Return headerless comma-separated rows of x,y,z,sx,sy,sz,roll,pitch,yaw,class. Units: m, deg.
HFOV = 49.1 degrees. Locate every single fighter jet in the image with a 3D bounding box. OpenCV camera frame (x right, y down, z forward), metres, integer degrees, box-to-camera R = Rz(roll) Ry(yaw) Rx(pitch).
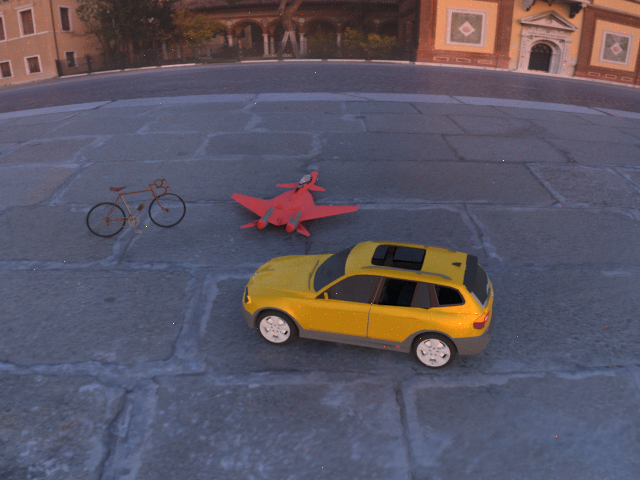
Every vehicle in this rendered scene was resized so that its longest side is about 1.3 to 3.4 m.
-0.390,-0.865,12.021,2.229,0.557,2.640,7,28,13,fighter jet

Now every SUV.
0.572,0.627,8.478,3.058,1.128,1.276,7,28,13,SUV

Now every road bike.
-2.884,-0.504,10.993,1.545,0.852,0.358,-10,29,-19,road bike
